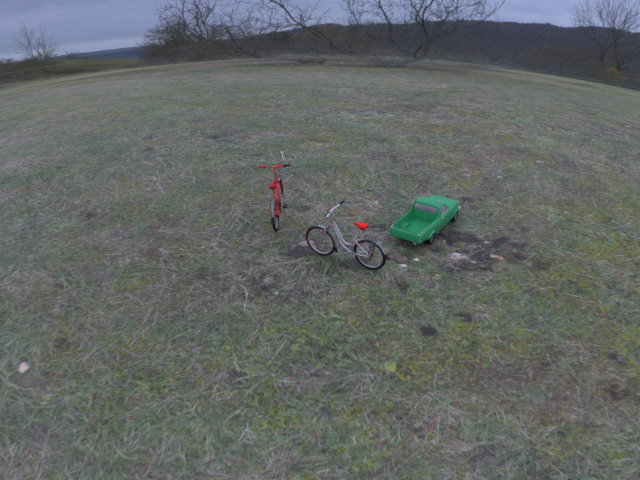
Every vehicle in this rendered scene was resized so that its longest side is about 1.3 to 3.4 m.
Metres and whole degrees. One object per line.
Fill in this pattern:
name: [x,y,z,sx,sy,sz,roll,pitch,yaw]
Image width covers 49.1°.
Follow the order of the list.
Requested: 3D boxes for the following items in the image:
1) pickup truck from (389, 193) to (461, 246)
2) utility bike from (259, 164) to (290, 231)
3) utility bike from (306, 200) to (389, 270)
pickup truck: [1.763,-0.391,11.610,0.640,0.511,1.603,18,33,29]
utility bike: [-0.779,-0.781,11.868,0.535,0.946,1.435,2,29,3]
utility bike: [0.374,-0.034,10.507,1.435,0.946,0.535,15,32,26]
